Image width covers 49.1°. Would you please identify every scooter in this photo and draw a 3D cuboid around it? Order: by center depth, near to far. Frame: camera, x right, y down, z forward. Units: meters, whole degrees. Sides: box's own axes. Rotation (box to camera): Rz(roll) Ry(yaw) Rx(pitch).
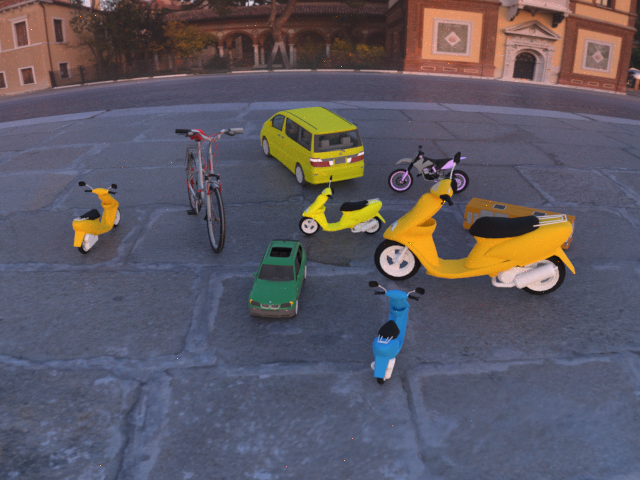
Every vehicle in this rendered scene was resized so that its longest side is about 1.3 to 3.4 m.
[{"bbox_3d":[0.841,0.994,8.154,0.662,0.919,1.399,7,27,15],"label":"scooter"},{"bbox_3d":[2.103,-0.141,9.494,2.721,1.786,1.288,5,26,11],"label":"scooter"},{"bbox_3d":[-3.525,-0.418,11.054,0.662,0.919,1.399,5,26,10],"label":"scooter"},{"bbox_3d":[0.355,-0.506,11.235,1.399,0.919,0.662,-1,26,-2],"label":"scooter"}]

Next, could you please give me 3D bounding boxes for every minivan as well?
[{"bbox_3d":[-0.240,-2.028,14.044,1.324,1.197,3.011,-11,28,-22],"label":"minivan"}]

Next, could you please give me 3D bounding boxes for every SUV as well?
[{"bbox_3d":[-0.558,0.494,9.569,0.656,0.580,1.572,3,26,5],"label":"SUV"}]

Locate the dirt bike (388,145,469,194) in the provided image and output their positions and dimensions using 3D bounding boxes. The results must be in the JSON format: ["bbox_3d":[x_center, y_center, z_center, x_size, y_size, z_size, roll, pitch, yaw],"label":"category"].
[{"bbox_3d":[2.003,-1.256,12.846,1.493,0.857,0.527,1,26,2],"label":"dirt bike"}]

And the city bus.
[{"bbox_3d":[3.184,-0.261,11.256,1.674,0.460,0.476,13,29,25],"label":"city bus"}]

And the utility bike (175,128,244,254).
[{"bbox_3d":[-1.797,-1.040,11.282,1.039,1.839,2.791,-9,27,-18],"label":"utility bike"}]
